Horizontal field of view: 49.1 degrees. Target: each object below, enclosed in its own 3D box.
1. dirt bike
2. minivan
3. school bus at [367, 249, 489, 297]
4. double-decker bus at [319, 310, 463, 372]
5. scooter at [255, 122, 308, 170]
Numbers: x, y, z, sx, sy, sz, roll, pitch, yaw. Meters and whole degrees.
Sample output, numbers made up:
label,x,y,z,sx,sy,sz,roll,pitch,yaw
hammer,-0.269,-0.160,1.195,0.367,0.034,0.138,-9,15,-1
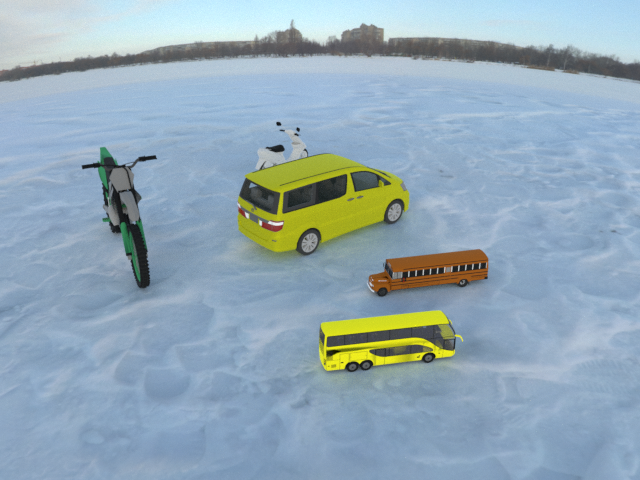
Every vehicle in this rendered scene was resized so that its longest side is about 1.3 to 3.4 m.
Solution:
label,x,y,z,sx,sy,sz,roll,pitch,yaw
dirt bike,-2.933,-0.505,10.388,1.024,1.666,2.903,-11,28,-22
minivan,0.143,-0.729,11.381,3.011,1.197,1.324,-20,32,-35
school bus,1.509,0.448,9.840,1.708,0.434,0.365,-6,27,-12
double-decker bus,0.821,1.177,8.226,1.672,0.541,0.389,-5,26,-10
scooter,-0.740,-1.812,13.914,0.662,0.919,1.399,23,34,38
